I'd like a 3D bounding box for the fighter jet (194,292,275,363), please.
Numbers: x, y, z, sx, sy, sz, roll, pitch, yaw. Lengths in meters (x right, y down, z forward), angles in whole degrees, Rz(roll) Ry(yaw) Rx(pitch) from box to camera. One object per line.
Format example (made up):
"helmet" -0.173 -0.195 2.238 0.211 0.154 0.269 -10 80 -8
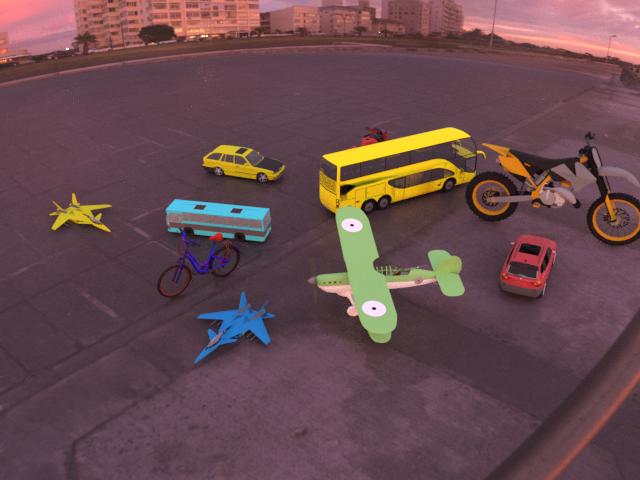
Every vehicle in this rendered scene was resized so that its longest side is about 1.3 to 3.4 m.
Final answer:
"fighter jet" -1.205 1.158 9.122 1.147 0.286 1.358 16 33 26

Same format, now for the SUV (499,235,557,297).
"SUV" 3.108 0.291 10.368 0.656 0.580 1.572 13 32 21

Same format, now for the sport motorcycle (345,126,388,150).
"sport motorcycle" 0.900 -1.662 13.604 0.506 0.821 1.520 18 34 28

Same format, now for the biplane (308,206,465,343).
"biplane" 0.894 0.536 9.522 2.120 0.981 2.598 -3 29 -6

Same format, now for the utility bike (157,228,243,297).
"utility bike" -1.679 0.281 10.013 1.435 0.946 0.535 -22 36 -34

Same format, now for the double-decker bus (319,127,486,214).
"double-decker bus" 1.514 -1.283 12.692 3.251 1.052 0.756 -16 33 -26

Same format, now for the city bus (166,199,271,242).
"city bus" -1.671 -0.308 11.558 1.674 0.460 0.476 6 30 11

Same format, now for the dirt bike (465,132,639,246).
"dirt bike" 3.819 -0.859 11.308 2.903 1.666 1.024 13 32 22

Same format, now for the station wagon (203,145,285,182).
"station wagon" -1.489 -1.525 13.715 1.597 0.473 0.682 10 31 17

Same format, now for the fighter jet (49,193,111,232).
"fighter jet" -3.998 -0.425 11.944 1.358 0.286 1.147 22 36 34
